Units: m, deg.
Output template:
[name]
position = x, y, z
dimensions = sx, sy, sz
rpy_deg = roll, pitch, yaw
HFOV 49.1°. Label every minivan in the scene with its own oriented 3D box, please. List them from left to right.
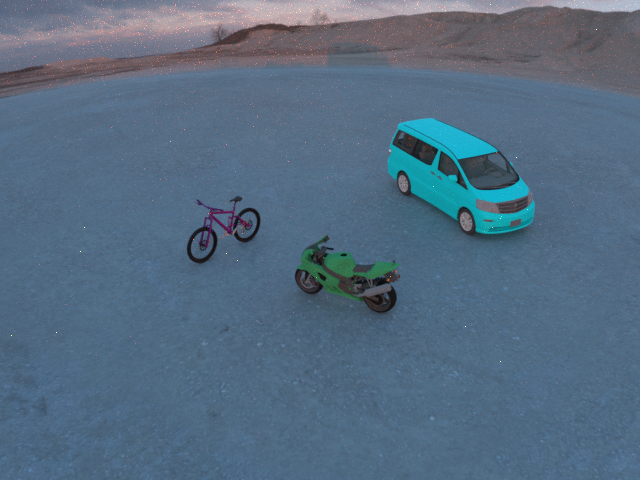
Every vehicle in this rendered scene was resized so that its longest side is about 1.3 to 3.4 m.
[minivan]
position = 2.393, -1.148, 12.096
dimensions = 1.324, 1.197, 3.011
rpy_deg = -13, 30, -24

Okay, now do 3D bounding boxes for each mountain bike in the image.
[mountain bike]
position = -1.449, -0.220, 10.629
dimensions = 0.573, 0.868, 1.469
rpy_deg = 21, 34, 36

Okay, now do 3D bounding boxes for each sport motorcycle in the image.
[sport motorcycle]
position = 0.340, 0.474, 9.311
dimensions = 1.520, 0.821, 0.506
rpy_deg = 13, 30, 24
